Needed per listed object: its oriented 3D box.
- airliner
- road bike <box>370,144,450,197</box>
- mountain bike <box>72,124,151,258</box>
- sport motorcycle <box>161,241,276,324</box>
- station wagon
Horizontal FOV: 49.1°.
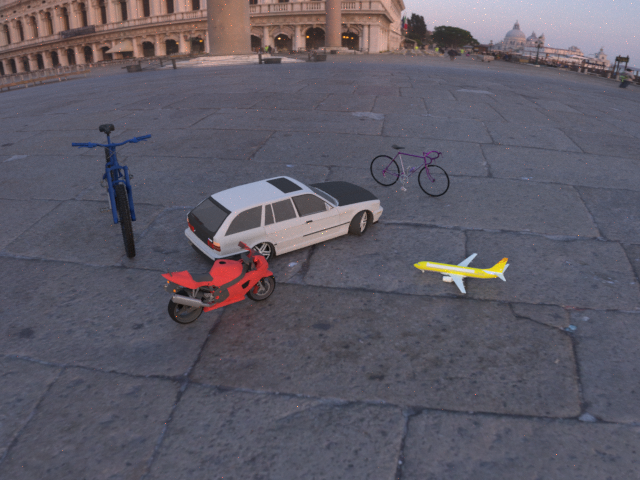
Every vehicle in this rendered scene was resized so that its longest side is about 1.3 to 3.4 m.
[{"bbox_3d":[1.961,0.346,9.794,1.307,0.429,1.161,9,29,17],"label":"airliner"},{"bbox_3d":[1.588,-1.264,12.459,1.545,0.852,0.358,15,31,27],"label":"road bike"},{"bbox_3d":[-3.172,-0.925,10.888,1.114,1.688,2.857,-10,29,-18],"label":"mountain bike"},{"bbox_3d":[-1.256,0.564,8.943,1.520,0.821,0.506,-15,31,-27],"label":"sport motorcycle"},{"bbox_3d":[-0.481,-0.450,10.804,3.105,0.920,1.327,-17,32,-29],"label":"station wagon"}]
